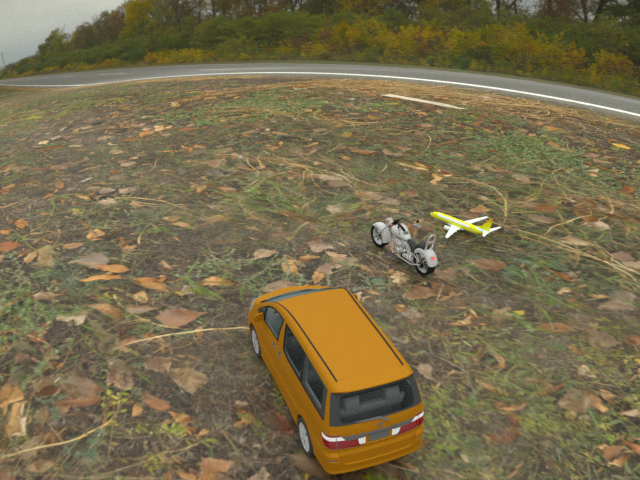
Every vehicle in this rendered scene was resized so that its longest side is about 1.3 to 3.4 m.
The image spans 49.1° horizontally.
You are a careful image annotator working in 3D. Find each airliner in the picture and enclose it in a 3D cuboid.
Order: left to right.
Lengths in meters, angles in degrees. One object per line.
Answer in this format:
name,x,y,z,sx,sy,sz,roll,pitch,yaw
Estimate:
airliner,2.419,-0.358,12.022,1.161,0.429,1.307,-23,36,-37

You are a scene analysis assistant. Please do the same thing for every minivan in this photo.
minivan,0.048,1.274,8.066,1.324,1.197,3.011,-10,29,-19

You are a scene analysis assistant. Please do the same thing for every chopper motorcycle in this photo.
chopper motorcycle,1.302,-0.016,11.008,0.466,0.761,1.563,-16,31,-27
